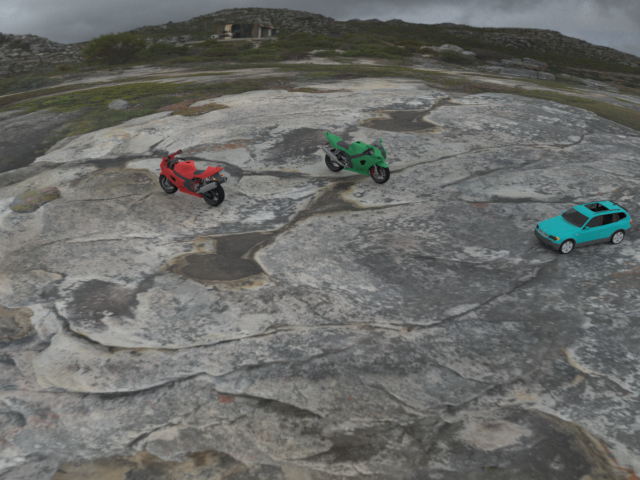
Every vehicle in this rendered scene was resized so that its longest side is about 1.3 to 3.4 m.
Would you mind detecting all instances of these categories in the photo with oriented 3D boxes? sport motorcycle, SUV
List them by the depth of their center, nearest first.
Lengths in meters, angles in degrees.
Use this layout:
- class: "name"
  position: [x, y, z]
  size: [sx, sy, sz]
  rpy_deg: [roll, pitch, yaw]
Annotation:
- class: "SUV"
  position: [4.215, -0.246, 11.192]
  size: [1.572, 0.580, 0.656]
  rpy_deg: [-9, 29, -17]
- class: "sport motorcycle"
  position: [-2.323, -1.105, 12.576]
  size: [1.520, 0.821, 0.506]
  rpy_deg: [16, 31, 27]
- class: "sport motorcycle"
  position: [0.705, -1.602, 13.528]
  size: [1.520, 0.821, 0.506]
  rpy_deg: [19, 33, 32]
